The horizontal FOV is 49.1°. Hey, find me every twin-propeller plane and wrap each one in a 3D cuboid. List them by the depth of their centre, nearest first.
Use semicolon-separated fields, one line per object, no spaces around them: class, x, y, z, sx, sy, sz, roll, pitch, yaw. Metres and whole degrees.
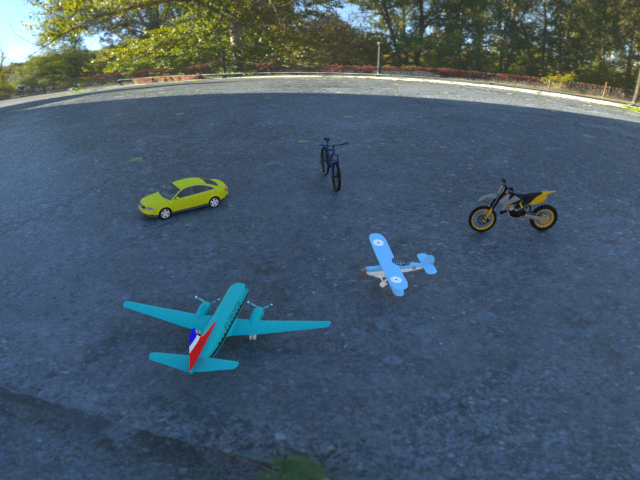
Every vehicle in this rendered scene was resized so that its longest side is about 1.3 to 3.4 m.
twin-propeller plane;-1.219;0.942;8.495;2.663;0.792;2.129;5;26;9

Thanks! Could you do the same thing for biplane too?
biplane;1.109;0.398;9.939;1.090;0.504;1.336;-5;26;-11

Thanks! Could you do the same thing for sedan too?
sedan;-2.419;-0.795;12.412;1.613;0.483;0.635;-16;30;-30

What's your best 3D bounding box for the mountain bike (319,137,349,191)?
mountain bike;0.198;-1.523;13.466;0.573;0.868;1.469;-6;27;-12

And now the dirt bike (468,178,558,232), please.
dirt bike;3.178;-0.525;11.430;1.493;0.857;0.527;-2;26;-3
